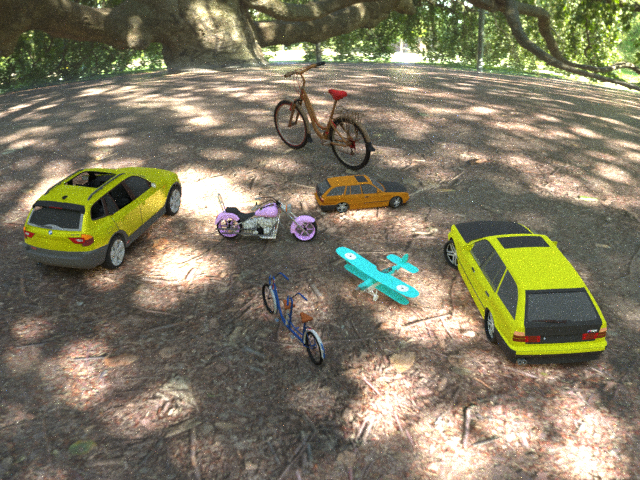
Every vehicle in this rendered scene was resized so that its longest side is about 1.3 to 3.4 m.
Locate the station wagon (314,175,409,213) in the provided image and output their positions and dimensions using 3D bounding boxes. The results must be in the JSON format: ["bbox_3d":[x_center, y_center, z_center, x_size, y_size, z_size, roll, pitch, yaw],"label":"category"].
[{"bbox_3d":[0.723,-0.831,11.921,1.597,0.473,0.682,-6,27,-11],"label":"station wagon"}]

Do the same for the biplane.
[{"bbox_3d":[0.846,0.483,9.288,1.336,0.504,1.090,23,35,38],"label":"biplane"}]

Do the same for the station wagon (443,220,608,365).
[{"bbox_3d":[2.530,0.393,9.005,1.327,0.920,3.105,-2,27,-4],"label":"station wagon"}]

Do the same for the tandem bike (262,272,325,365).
[{"bbox_3d":[-0.349,0.868,8.330,0.283,0.682,1.642,-14,30,-25],"label":"tandem bike"}]

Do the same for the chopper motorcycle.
[{"bbox_3d":[-0.824,-0.345,10.641,1.563,0.761,0.466,1,27,2],"label":"chopper motorcycle"}]

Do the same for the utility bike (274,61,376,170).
[{"bbox_3d":[-0.051,-2.389,13.489,1.039,1.839,2.791,-24,35,-39],"label":"utility bike"}]

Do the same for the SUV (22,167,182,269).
[{"bbox_3d":[-3.215,-0.562,10.665,1.276,1.128,3.058,7,28,13],"label":"SUV"}]
